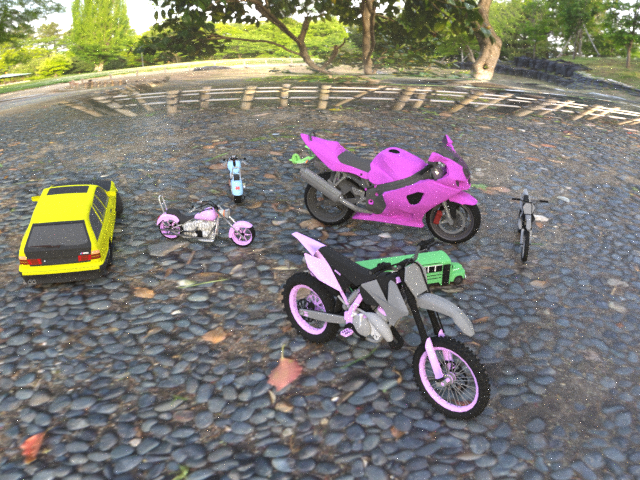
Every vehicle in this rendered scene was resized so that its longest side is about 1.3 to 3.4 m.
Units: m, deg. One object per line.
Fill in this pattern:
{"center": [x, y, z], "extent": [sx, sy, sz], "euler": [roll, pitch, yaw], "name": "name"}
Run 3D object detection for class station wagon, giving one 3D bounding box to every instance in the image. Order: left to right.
{"center": [-3.817, -0.380, 10.838], "extent": [1.327, 0.920, 3.105], "euler": [-5, 26, -10], "name": "station wagon"}

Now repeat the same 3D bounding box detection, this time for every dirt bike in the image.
{"center": [0.618, 0.775, 7.613], "extent": [2.903, 1.666, 1.024], "euler": [23, 34, 39], "name": "dirt bike"}
{"center": [3.157, -0.295, 10.736], "extent": [0.527, 0.857, 1.493], "euler": [5, 26, 11], "name": "dirt bike"}

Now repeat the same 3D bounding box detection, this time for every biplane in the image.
{"center": [-0.077, -1.634, 13.892], "extent": [1.090, 0.504, 1.336], "euler": [-13, 29, -26], "name": "biplane"}

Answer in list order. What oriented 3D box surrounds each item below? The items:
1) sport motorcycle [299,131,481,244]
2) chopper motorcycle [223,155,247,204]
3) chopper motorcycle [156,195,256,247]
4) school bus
{"center": [1.076, -0.838, 11.008], "extent": [2.955, 1.596, 0.983], "euler": [9, 27, 19], "name": "sport motorcycle"}
{"center": [-1.545, -1.212, 12.730], "extent": [0.466, 0.761, 1.563], "euler": [-4, 26, -9], "name": "chopper motorcycle"}
{"center": [-1.782, -0.300, 10.856], "extent": [1.563, 0.761, 0.466], "euler": [4, 26, 8], "name": "chopper motorcycle"}
{"center": [1.208, 0.450, 9.688], "extent": [1.708, 0.434, 0.365], "euler": [-7, 27, -14], "name": "school bus"}
